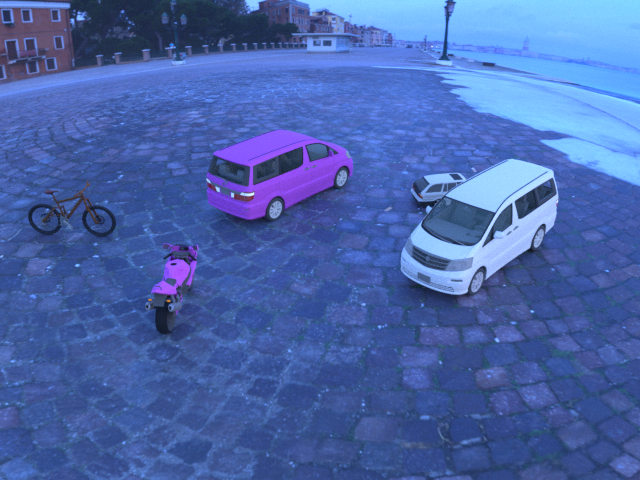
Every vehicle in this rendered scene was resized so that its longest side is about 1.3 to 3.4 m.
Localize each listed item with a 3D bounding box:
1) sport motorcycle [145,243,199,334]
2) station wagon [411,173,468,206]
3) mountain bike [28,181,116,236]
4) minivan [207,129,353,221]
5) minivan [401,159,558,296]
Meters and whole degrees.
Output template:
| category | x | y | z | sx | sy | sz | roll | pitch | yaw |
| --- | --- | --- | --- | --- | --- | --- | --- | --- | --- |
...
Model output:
| category | x | y | z | sx | sy | sz | roll | pitch | yaw |
| --- | --- | --- | --- | --- | --- | --- | --- | --- | --- |
| sport motorcycle | -1.964 | 0.605 | 9.494 | 0.506 | 0.821 | 1.520 | 3 | 28 | 5 |
| station wagon | 2.494 | -0.945 | 12.785 | 1.597 | 0.473 | 0.682 | -5 | 28 | -10 |
| mountain bike | -4.084 | -0.462 | 11.454 | 1.469 | 0.868 | 0.573 | 2 | 28 | 3 |
| minivan | -0.639 | -1.334 | 12.745 | 1.324 | 1.197 | 3.011 | 22 | 35 | 35 |
| minivan | 2.493 | -0.257 | 10.717 | 1.324 | 1.197 | 3.011 | 24 | 36 | 37 |
